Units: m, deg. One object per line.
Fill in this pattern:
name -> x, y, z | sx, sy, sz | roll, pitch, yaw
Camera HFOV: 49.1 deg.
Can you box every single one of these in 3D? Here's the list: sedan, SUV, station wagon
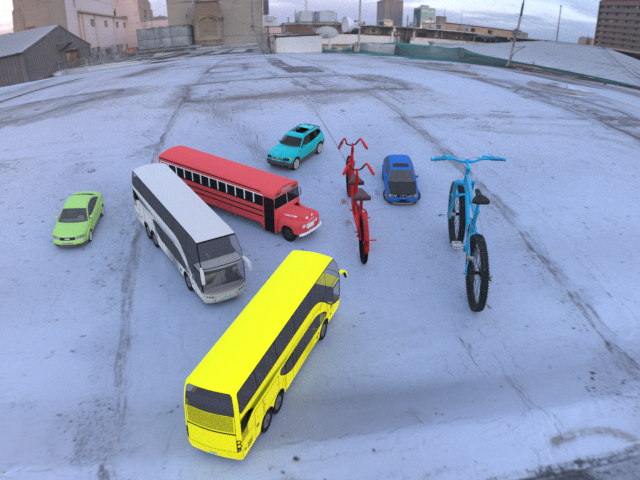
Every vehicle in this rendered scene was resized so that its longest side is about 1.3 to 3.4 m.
sedan -> -4.106, -0.417, 11.894 | 0.635, 0.483, 1.613 | -2, 30, -3
SUV -> -0.491, -1.967, 14.528 | 0.656, 0.580, 1.572 | 15, 33, 25
station wagon -> 1.517, -1.192, 13.270 | 0.682, 0.473, 1.597 | 1, 30, 1

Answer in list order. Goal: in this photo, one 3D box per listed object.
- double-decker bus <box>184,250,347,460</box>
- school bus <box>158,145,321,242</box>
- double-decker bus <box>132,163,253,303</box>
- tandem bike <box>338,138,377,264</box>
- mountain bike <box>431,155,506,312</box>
double-decker bus -> -0.551, 1.188, 8.487 | 0.756, 1.052, 3.251 | 11, 31, 18
school bus -> -1.449, -0.868, 12.324 | 3.322, 0.844, 0.709 | 20, 35, 31
double-decker bus -> -2.094, -0.161, 10.867 | 0.756, 1.052, 3.251 | -16, 33, -26
tandem bike -> 0.608, -0.808, 11.729 | 0.550, 1.326, 3.192 | -2, 30, -3
mountain bike -> 2.198, -0.242, 10.364 | 1.114, 1.688, 2.857 | 0, 30, 1
